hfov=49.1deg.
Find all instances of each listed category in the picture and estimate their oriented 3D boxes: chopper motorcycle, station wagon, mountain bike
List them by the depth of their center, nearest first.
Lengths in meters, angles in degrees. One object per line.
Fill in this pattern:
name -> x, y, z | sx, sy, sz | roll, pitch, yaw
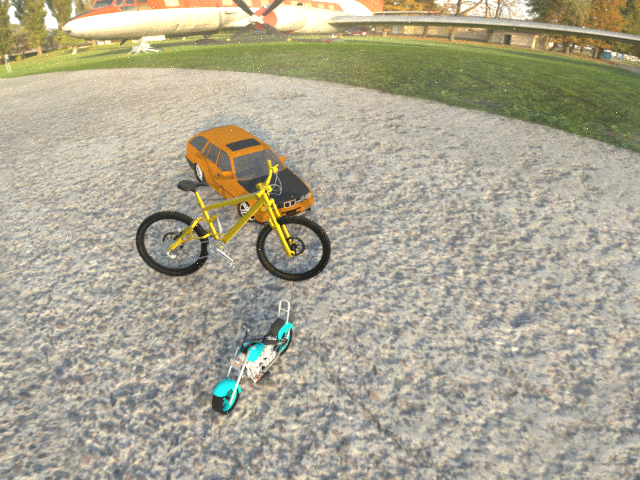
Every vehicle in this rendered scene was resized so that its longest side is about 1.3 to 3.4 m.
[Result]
chopper motorcycle -> -0.781, 1.368, 8.325 | 0.466, 0.761, 1.563 | 16, 34, 25
mountain bike -> -1.266, -0.158, 9.997 | 2.857, 1.688, 1.114 | 2, 31, 4
station wagon -> -1.331, -1.289, 12.666 | 1.327, 0.920, 3.105 | -19, 35, -28
